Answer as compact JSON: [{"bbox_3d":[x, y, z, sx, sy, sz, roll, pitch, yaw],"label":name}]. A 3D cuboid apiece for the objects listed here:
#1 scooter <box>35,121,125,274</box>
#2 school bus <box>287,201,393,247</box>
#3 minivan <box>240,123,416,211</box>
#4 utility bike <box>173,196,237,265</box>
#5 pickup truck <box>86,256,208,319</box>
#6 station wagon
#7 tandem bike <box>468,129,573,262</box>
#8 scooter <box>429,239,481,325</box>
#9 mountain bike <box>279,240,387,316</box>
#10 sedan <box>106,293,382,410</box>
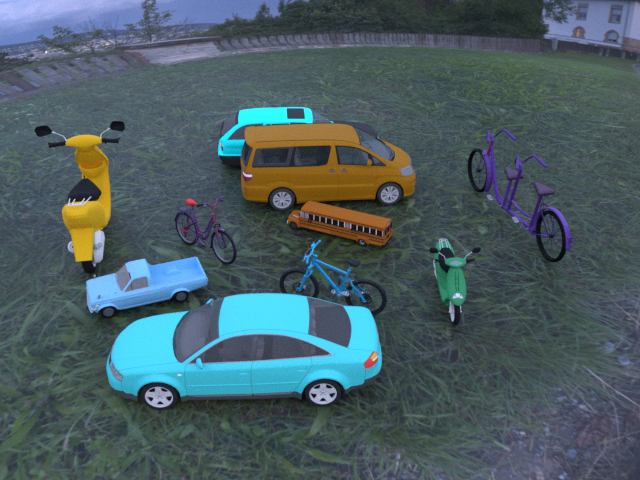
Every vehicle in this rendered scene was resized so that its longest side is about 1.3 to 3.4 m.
[{"bbox_3d":[-3.491,-0.794,10.525,1.288,1.786,2.721,-5,31,-9],"label":"scooter"},{"bbox_3d":[0.283,-0.268,10.963,1.708,0.434,0.365,14,33,22],"label":"school bus"},{"bbox_3d":[0.147,-1.327,12.008,3.011,1.197,1.324,-3,31,-6],"label":"minivan"},{"bbox_3d":[-1.705,-0.242,10.415,1.435,0.946,0.535,24,38,35],"label":"utility bike"},{"bbox_3d":[-2.349,0.564,9.476,1.603,0.511,0.640,-12,32,-19],"label":"pickup truck"},{"bbox_3d":[-0.390,-2.005,13.431,3.105,0.920,1.327,-2,31,-3],"label":"station wagon"},{"bbox_3d":[3.084,-0.848,11.070,0.550,1.326,3.192,-8,31,-13],"label":"tandem bike"},{"bbox_3d":[1.731,0.411,9.334,0.662,0.919,1.399,-1,31,-1],"label":"scooter"},{"bbox_3d":[0.161,0.551,9.147,1.469,0.868,0.573,9,32,14],"label":"mountain bike"},{"bbox_3d":[-0.861,1.181,8.008,3.137,0.940,1.235,-1,31,-2],"label":"sedan"}]
